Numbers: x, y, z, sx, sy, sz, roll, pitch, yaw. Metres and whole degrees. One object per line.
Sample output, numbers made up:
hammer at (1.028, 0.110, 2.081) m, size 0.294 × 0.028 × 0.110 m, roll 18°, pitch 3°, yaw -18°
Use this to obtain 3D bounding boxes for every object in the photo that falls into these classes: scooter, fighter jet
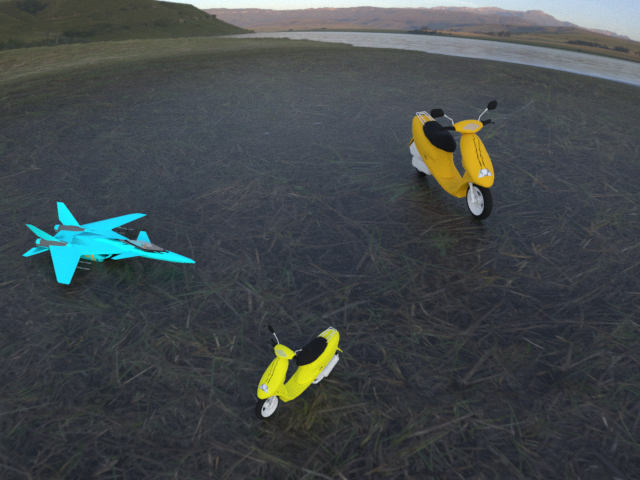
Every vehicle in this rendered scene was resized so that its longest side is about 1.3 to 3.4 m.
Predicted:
scooter at (2.311, -1.628, 12.383) m, size 1.288 × 1.786 × 2.721 m, roll -11°, pitch 32°, yaw -19°
fighter jet at (-3.137, -0.001, 10.775) m, size 2.640 × 0.557 × 2.229 m, roll 9°, pitch 31°, yaw 15°
scooter at (-0.231, 1.391, 7.974) m, size 0.662 × 0.919 × 1.399 m, roll 24°, pitch 38°, yaw 36°
